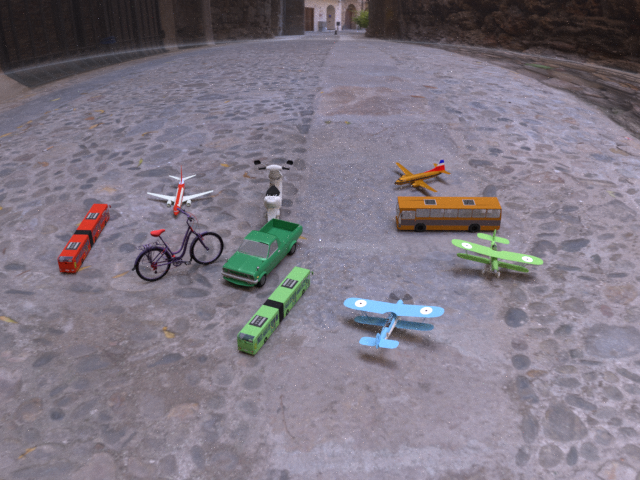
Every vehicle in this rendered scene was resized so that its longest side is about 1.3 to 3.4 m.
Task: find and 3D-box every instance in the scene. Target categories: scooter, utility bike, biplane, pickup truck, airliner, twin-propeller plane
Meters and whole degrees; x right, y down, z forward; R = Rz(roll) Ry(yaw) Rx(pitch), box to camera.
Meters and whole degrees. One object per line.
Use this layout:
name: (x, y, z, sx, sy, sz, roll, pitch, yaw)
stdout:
scooter: (-0.778, -0.855, 11.799, 0.662, 0.919, 1.399, 0, 31, 0)
utility bike: (-2.110, 0.050, 10.274, 1.435, 0.946, 0.535, -17, 35, -26)
biplane: (2.615, 0.213, 10.432, 1.336, 0.504, 1.090, 5, 32, 9)
biplane: (0.878, 1.068, 9.015, 1.336, 0.504, 1.090, 12, 33, 19)
pickup truck: (-0.849, 0.122, 10.575, 0.640, 0.511, 1.603, 14, 34, 21)
airliner: (-2.475, -0.860, 12.282, 1.161, 0.429, 1.307, -2, 31, -3)
twin-propeller plane: (1.845, -1.210, 12.882, 1.095, 0.407, 1.370, -14, 34, -22)

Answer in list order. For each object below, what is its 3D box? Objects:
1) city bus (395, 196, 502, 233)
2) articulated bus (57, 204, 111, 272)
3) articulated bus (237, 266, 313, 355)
city bus: (2.101, -0.419, 11.521, 1.674, 0.460, 0.476, 0, 31, 1)
articulated bus: (-3.712, -0.060, 11.092, 0.311, 0.289, 1.749, 1, 31, 2)
articulated bus: (-0.586, 0.916, 9.476, 0.311, 0.289, 1.749, 13, 33, 20)
